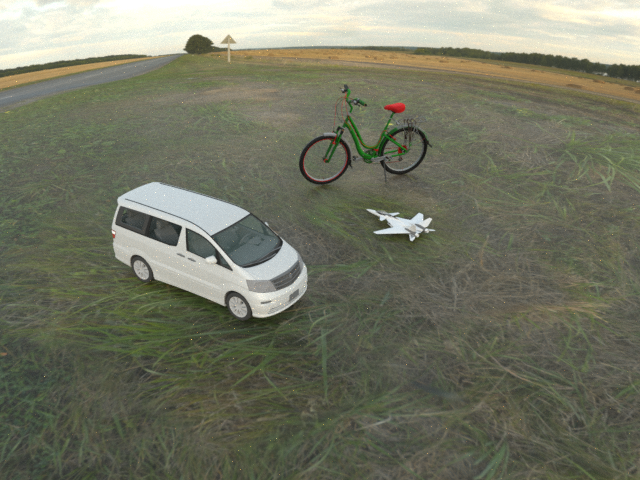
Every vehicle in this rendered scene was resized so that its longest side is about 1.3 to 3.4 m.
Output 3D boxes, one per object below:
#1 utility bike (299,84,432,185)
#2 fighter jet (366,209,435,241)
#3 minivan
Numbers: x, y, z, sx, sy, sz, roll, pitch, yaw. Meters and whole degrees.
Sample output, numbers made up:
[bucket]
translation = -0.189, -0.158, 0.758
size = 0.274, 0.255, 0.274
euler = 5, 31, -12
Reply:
[utility bike]
translation = 0.958, -1.961, 13.346
size = 2.791, 1.839, 1.039
euler = -9, 29, -17
[fighter jet]
translation = 1.277, -0.389, 11.996
size = 1.147, 0.286, 1.358
euler = -22, 35, -36
[minivan]
translation = -1.607, 0.094, 10.073
size = 3.011, 1.197, 1.324
euler = 17, 32, 29
